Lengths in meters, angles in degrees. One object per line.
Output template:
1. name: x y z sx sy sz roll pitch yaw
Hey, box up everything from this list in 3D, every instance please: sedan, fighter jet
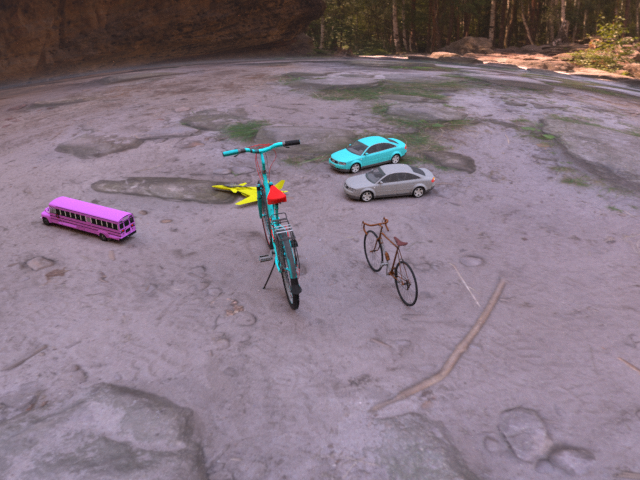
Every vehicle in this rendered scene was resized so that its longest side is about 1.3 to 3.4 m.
1. sedan: 0.921 -1.687 13.434 1.613 0.483 0.635 -15 31 -27
2. sedan: 1.202 -1.035 12.184 1.613 0.483 0.635 -6 28 -11
3. fighter jet: -1.287 -0.919 12.174 1.358 0.286 1.147 10 29 18

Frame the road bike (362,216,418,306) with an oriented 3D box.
1. road bike: 0.925 0.245 9.328 0.358 0.852 1.545 -11 29 -20

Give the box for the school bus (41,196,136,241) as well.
1. school bus: -3.656 -0.344 10.911 1.708 0.434 0.365 13 30 24

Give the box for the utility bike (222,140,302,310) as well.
1. utility bike: -0.691 -0.313 9.332 1.039 1.839 2.791 -6 28 -12
